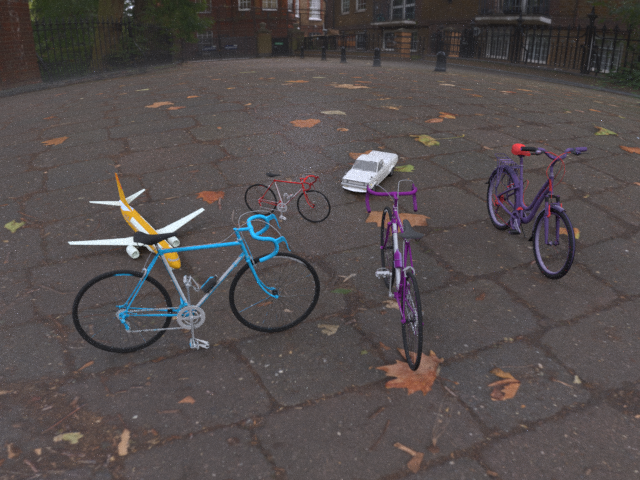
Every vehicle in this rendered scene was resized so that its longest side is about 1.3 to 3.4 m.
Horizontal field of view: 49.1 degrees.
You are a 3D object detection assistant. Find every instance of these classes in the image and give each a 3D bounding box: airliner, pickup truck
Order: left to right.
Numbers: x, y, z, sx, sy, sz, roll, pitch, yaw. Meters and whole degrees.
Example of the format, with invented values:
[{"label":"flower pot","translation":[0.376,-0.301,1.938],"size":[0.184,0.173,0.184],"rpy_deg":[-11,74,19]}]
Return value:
[{"label":"airliner","translation":[-2.750,-0.294,10.991],"size":[2.257,0.835,2.541],"rpy_deg":[-17,32,-30]},{"label":"pickup truck","translation":[0.974,-1.370,13.434],"size":[0.640,0.511,1.603],"rpy_deg":[12,30,22]}]

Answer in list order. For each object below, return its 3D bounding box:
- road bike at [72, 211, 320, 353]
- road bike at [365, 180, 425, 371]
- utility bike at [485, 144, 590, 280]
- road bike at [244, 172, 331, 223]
[{"label":"road bike","translation":[-1.459,0.548,8.460],"size":[3.004,1.656,0.697],"rpy_deg":[-6,28,-12]},{"label":"road bike","translation":[1.014,0.308,8.927],"size":[0.696,1.656,3.004],"rpy_deg":[-2,27,-3]},{"label":"utility bike","translation":[3.274,-0.701,10.685],"size":[1.039,1.839,2.791],"rpy_deg":[-6,28,-11]},{"label":"road bike","translation":[-0.562,-0.738,11.836],"size":[1.545,0.852,0.358],"rpy_deg":[8,28,15]}]
